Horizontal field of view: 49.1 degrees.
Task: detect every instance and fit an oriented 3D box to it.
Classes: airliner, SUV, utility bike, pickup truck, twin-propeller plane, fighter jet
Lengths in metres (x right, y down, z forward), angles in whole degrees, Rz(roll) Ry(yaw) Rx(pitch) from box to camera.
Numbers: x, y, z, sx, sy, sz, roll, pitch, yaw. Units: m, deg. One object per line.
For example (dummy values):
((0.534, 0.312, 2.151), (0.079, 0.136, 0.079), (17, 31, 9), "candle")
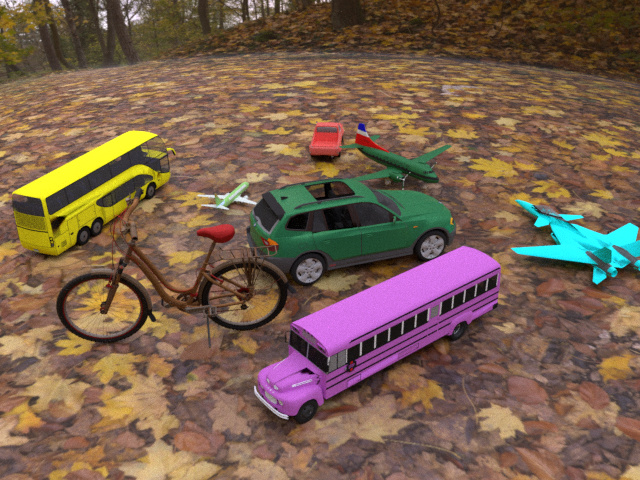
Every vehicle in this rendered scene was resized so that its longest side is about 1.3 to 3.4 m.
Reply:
((-1.488, -0.820, 11.834), (1.161, 0.429, 1.307), (9, 30, 17), "airliner")
((0.475, -0.280, 10.087), (3.058, 1.128, 1.276), (-10, 30, -18), "SUV")
((-1.648, 0.429, 8.015), (2.791, 1.839, 1.039), (-4, 29, -8), "utility bike")
((0.142, -2.071, 14.081), (0.640, 0.511, 1.603), (2, 28, 4), "pickup truck")
((1.365, -1.528, 12.770), (2.663, 0.792, 2.129), (-22, 35, -35), "twin-propeller plane")
((3.779, -0.244, 10.626), (2.229, 0.557, 2.640), (-11, 30, -19), "fighter jet")

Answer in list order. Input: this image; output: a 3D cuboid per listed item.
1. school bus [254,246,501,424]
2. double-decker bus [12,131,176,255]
((0.741, 0.993, 8.016), (3.322, 0.844, 0.709), (-21, 34, -33), "school bus")
((-3.512, -0.870, 11.269), (0.756, 1.052, 3.251), (11, 30, 19), "double-decker bus")
